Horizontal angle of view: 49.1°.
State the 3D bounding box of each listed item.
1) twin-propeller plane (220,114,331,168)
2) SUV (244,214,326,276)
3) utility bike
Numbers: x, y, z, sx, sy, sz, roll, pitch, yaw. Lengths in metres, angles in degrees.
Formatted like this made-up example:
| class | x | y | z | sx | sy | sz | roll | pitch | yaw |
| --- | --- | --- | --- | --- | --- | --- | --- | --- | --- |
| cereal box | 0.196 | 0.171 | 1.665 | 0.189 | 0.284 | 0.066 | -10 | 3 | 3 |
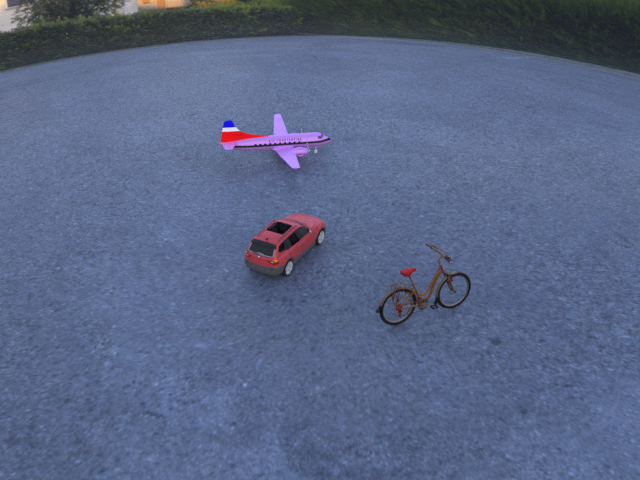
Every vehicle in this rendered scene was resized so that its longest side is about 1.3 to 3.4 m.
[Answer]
| class | x | y | z | sx | sy | sz | roll | pitch | yaw |
| --- | --- | --- | --- | --- | --- | --- | --- | --- | --- |
| twin-propeller plane | -0.833 | -1.968 | 13.358 | 2.129 | 0.792 | 2.663 | -5 | 32 | -9 |
| SUV | -0.493 | -0.026 | 10.353 | 0.656 | 0.580 | 1.572 | 16 | 35 | 24 |
| utility bike | 1.333 | 0.564 | 9.026 | 1.435 | 0.946 | 0.535 | -13 | 34 | -21 |
